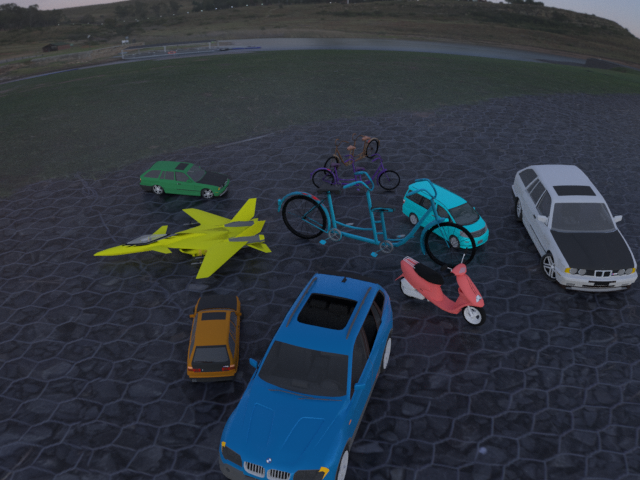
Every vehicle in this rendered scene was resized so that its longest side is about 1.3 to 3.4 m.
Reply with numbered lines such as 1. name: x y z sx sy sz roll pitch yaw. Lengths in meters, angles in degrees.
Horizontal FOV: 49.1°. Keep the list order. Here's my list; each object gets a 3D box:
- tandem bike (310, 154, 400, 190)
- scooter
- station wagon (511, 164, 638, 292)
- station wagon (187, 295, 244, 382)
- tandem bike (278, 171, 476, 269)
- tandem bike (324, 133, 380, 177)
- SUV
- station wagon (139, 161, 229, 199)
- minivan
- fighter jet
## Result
1. tandem bike: 0.639 -1.221 12.694 1.642 0.682 0.283 1 30 2
2. scooter: 1.621 0.559 9.357 1.399 0.919 0.662 23 37 34
3. station wagon: 3.902 -0.335 10.912 1.327 0.920 3.105 0 30 0
4. station wagon: -1.317 1.125 8.817 0.682 0.473 1.597 -2 30 -3
5. tandem bike: 0.799 -0.383 10.589 3.192 1.326 0.550 12 32 19
6. tandem bike: 0.640 -1.737 13.594 0.283 0.682 1.642 25 38 37
7. SUV: -0.035 1.410 7.664 1.276 1.128 3.058 9 31 16
8. station wagon: -2.455 -1.125 12.737 1.597 0.473 0.682 6 30 10
9. minivan: 2.041 -0.423 11.371 0.681 0.616 1.548 -20 35 -31
10. fighter jet: -2.164 -0.086 10.843 2.640 0.557 2.229 -7 31 -13
